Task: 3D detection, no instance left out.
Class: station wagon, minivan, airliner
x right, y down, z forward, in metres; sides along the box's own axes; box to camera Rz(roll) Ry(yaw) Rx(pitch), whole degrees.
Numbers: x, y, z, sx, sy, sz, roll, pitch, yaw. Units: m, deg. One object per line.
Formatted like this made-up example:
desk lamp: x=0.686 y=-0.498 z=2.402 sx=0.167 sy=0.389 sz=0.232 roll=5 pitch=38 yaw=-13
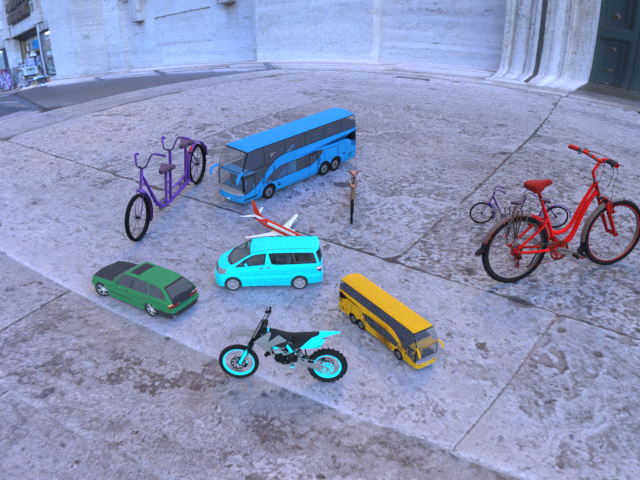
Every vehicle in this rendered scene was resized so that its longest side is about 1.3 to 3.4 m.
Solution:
station wagon: x=-2.443 y=0.588 z=9.646 sx=1.597 sy=0.473 sz=0.682 roll=17 pitch=32 yaw=28
minivan: x=-0.732 y=0.306 z=10.023 sx=1.548 sy=0.616 sz=0.681 roll=-1 pitch=28 yaw=-2
airliner: x=-0.675 y=-0.271 z=11.302 sx=1.307 sy=0.429 sz=1.161 roll=24 pitch=36 yaw=37

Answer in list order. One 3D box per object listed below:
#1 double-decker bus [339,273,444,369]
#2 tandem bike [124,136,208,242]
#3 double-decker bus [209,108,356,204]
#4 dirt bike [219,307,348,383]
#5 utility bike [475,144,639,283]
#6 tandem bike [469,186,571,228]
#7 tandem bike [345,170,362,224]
double-decker bus: x=0.842 y=1.005 z=8.794 sx=0.389 sy=0.541 sz=1.672 roll=-18 pitch=33 yaw=-30
tandem bike: x=-2.577 y=-1.140 z=11.976 sx=0.550 sy=1.326 sz=3.192 roll=7 pitch=29 yaw=13
double-decker bus: x=-0.576 y=-1.603 z=13.134 sx=0.756 sy=1.052 sz=3.251 roll=23 pitch=36 yaw=37
dirt bike: x=-0.428 y=1.259 z=7.982 sx=1.493 sy=0.857 sz=0.527 roll=2 pitch=28 yaw=3
utility bike: x=3.457 y=-0.379 z=10.006 sx=2.791 sy=1.839 sz=1.039 roll=-8 pitch=29 yaw=-15
tandem bike: x=3.309 y=-0.536 z=11.529 sx=1.642 sy=0.682 sz=0.283 roll=3 pitch=28 yaw=6
tandem bike: x=0.575 y=-0.882 z=12.177 sx=0.283 sy=0.682 sz=1.642 roll=2 pitch=28 yaw=3
